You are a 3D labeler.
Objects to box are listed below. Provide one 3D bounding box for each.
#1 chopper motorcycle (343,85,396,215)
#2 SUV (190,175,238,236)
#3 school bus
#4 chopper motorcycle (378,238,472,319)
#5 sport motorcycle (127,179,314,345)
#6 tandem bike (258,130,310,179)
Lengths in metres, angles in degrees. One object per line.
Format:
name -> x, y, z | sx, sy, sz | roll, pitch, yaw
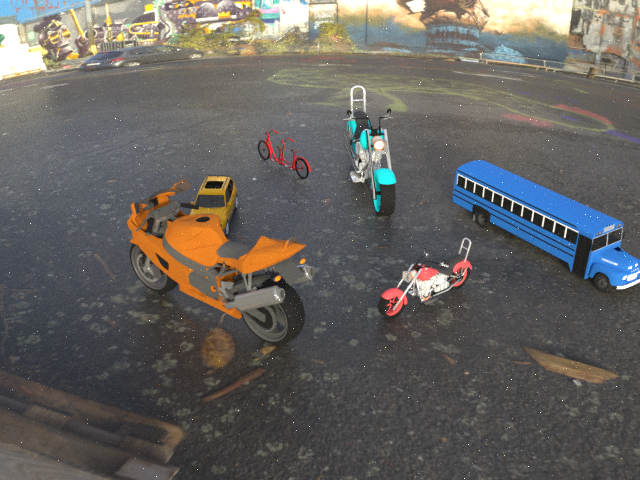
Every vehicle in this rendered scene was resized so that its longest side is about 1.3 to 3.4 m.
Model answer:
chopper motorcycle -> 0.902, -1.653, 12.514 | 0.906, 1.480, 3.040 | -4, 29, -7
SUV -> -1.752, -0.578, 11.480 | 0.656, 0.580, 1.572 | 1, 29, 2
school bus -> 3.403, -0.289, 10.673 | 0.709, 0.844, 3.322 | -17, 33, -28
chopper motorcycle -> 1.422, 0.501, 9.308 | 1.563, 0.761, 0.466 | -18, 33, -30
sport motorcycle -> -1.386, 0.283, 8.835 | 2.955, 1.596, 0.983 | 18, 33, 30
tandem bike -> -0.715, -1.672, 13.383 | 0.283, 0.682, 1.642 | -22, 35, -34
